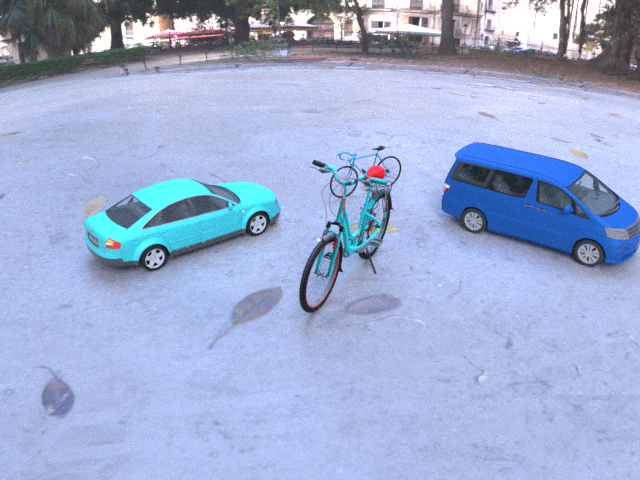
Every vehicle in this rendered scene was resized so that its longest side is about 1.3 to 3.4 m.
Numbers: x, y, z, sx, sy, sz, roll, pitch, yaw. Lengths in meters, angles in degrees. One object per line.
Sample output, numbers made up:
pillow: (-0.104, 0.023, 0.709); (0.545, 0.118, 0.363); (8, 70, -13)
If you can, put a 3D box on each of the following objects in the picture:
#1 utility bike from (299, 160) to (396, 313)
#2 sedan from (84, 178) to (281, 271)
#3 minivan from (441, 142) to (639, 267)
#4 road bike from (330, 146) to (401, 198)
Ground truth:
utility bike: (0.527, -0.237, 9.466); (1.039, 1.839, 2.791); (14, 30, 25)
sedan: (-2.041, -0.428, 10.815); (3.137, 0.940, 1.235); (-20, 33, -33)
minivan: (3.447, -0.615, 10.898); (3.011, 1.197, 1.324); (19, 33, 32)
road bike: (0.834, -1.247, 12.498); (1.545, 0.852, 0.358); (-15, 31, -27)
